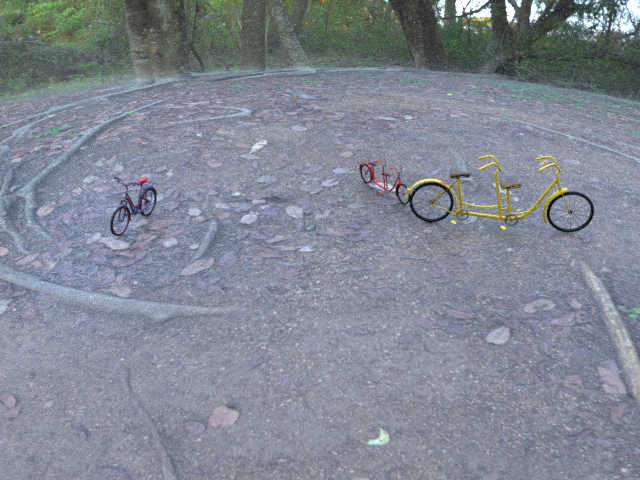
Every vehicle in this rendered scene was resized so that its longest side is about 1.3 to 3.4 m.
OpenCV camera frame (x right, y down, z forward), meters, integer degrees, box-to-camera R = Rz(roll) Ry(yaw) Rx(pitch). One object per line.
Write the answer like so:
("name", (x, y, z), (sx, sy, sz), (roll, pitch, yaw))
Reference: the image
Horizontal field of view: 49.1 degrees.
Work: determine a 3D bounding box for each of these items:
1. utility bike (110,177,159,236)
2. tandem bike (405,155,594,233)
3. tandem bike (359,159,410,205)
("utility bike", (-3.196, -0.689, 12.200), (0.535, 0.946, 1.435), (10, 29, 18))
("tandem bike", (3.084, -0.815, 12.030), (3.192, 1.326, 0.550), (5, 28, 9))
("tandem bike", (1.236, -1.224, 13.510), (0.283, 0.682, 1.642), (-16, 32, -28))
